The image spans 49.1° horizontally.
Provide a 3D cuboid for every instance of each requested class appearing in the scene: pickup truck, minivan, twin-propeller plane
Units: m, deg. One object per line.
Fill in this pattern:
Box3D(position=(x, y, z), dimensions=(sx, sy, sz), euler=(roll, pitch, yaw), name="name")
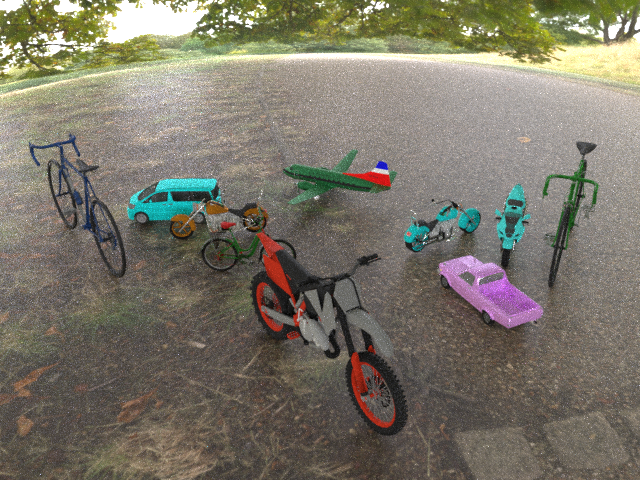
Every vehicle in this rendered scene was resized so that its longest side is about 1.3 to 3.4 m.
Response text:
Box3D(position=(2.258, 0.639, 9.427), dimensions=(0.640, 0.511, 1.603), euler=(-13, 32, -22), name="pickup truck")
Box3D(position=(-2.438, -0.673, 11.676), dimensions=(1.548, 0.616, 0.681), euler=(0, 29, 0), name="minivan")
Box3D(position=(0.265, -1.177, 12.401), dimensions=(2.129, 0.792, 2.663), euler=(14, 32, 23), name="twin-propeller plane")

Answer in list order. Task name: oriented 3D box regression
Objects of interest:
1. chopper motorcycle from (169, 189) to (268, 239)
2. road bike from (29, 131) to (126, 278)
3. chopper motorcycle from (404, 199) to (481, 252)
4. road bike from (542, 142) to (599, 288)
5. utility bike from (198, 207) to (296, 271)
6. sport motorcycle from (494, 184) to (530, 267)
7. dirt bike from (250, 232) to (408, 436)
Box3D(position=(-1.601, -0.411, 11.057), dimensions=(1.563, 0.761, 0.466), euler=(-4, 29, -7), name="chopper motorcycle")
Box3D(position=(-3.575, -0.591, 10.459), dimensions=(0.697, 1.656, 3.004), euler=(-20, 35, -32), name="road bike")
Box3D(position=(1.933, -0.300, 10.857), dimensions=(1.563, 0.761, 0.466), euler=(-19, 35, -31), name="chopper motorcycle")
Box3D(position=(3.719, -0.522, 10.335), dimensions=(0.697, 1.656, 3.004), euler=(13, 32, 22), name="road bike")
Box3D(position=(-1.055, 0.014, 10.102), dimensions=(1.435, 0.946, 0.535), euler=(1, 29, 2), name="utility bike")
Box3D(position=(2.923, -0.232, 10.672), dimensions=(0.506, 0.821, 1.520), euler=(9, 30, 16), name="sport motorcycle")
Box3D(position=(0.010, 0.876, 7.813), dimensions=(1.024, 1.666, 2.903), euler=(-19, 34, -30), name="dirt bike")
